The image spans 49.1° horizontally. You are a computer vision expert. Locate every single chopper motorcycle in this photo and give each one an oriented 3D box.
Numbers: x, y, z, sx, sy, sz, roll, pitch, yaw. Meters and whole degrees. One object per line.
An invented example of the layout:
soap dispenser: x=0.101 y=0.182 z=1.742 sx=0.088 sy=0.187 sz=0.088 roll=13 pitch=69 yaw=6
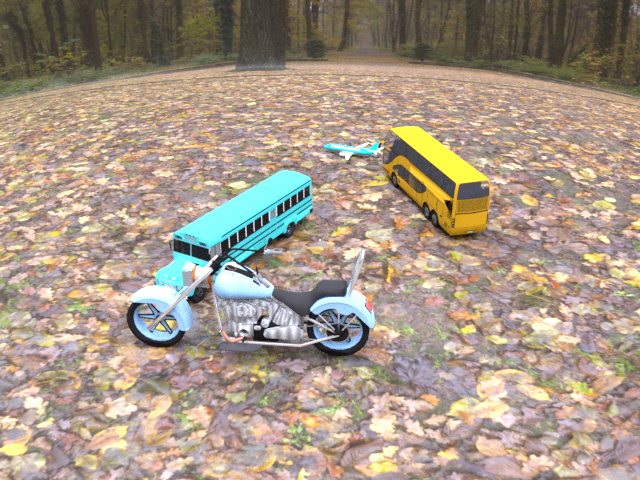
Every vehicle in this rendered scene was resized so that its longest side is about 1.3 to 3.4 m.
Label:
chopper motorcycle: x=-0.857 y=0.696 z=8.388 sx=3.040 sy=1.480 sz=0.906 roll=3 pitch=27 yaw=6

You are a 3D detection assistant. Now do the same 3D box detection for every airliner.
airliner: x=0.672 y=-1.990 z=14.775 sx=1.307 sy=0.429 sz=1.161 roll=13 pitch=30 yaw=23

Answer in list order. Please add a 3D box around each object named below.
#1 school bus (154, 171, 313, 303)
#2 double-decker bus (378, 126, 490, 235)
school bus: x=-1.239 y=-0.133 z=10.700 sx=0.709 sy=0.844 sz=3.322 roll=15 pitch=31 yaw=27
double-decker bus: x=1.957 y=-1.154 z=12.464 sx=0.756 sy=1.052 sz=3.251 roll=-8 pitch=28 yaw=-15
